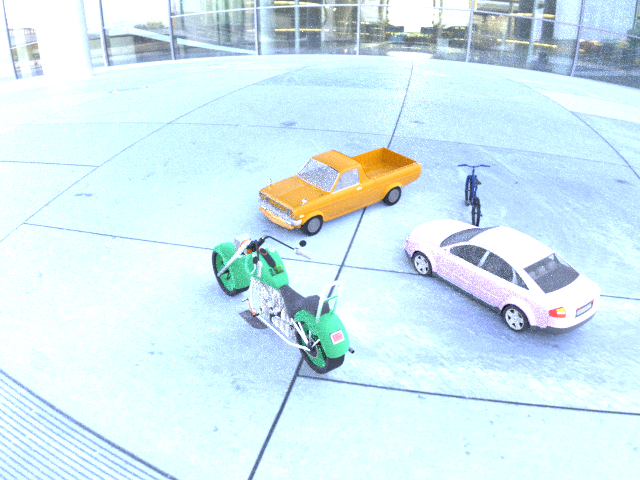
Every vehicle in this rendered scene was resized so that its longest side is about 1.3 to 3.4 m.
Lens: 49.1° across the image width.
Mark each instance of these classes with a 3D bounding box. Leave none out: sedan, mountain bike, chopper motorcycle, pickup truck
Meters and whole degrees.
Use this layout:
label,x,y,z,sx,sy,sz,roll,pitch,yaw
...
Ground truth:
label,x,y,z,sx,sy,sz,roll,pitch,yaw
sedan,2.567,0.331,10.311,1.235,0.940,3.137,-21,36,-32
mountain bike,2.722,-0.823,12.421,0.573,0.868,1.469,1,30,3
chopper motorcycle,-0.638,0.579,9.326,0.906,1.480,3.040,-20,35,-31
pickup truck,0.401,-1.063,12.718,3.117,0.993,1.244,-21,36,-33
